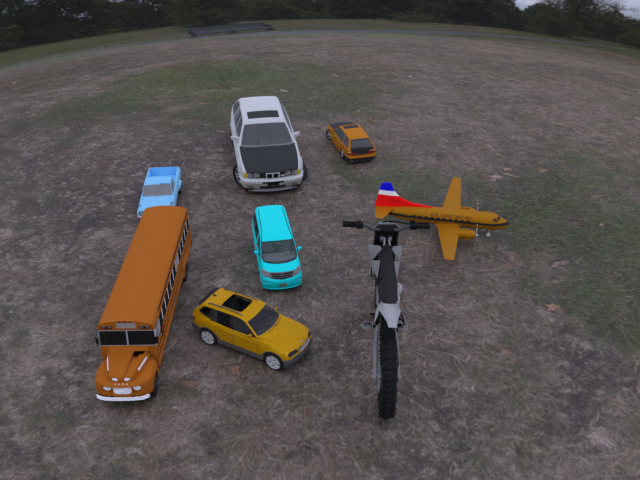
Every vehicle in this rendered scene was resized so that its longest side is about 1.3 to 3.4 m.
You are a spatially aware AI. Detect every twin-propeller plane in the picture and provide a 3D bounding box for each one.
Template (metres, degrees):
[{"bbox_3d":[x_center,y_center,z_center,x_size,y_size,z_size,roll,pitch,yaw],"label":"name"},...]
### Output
[{"bbox_3d":[1.920,-0.471,11.037,2.129,0.792,2.663,6,32,10],"label":"twin-propeller plane"}]

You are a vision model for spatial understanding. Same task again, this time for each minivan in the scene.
[{"bbox_3d":[-0.651,0.092,10.291,0.681,0.616,1.548,-5,32,-9],"label":"minivan"}]

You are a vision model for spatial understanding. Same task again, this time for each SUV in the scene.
[{"bbox_3d":[-0.863,1.061,8.752,1.572,0.580,0.656,16,35,24],"label":"SUV"}]

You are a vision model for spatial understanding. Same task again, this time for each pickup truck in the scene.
[{"bbox_3d":[-2.719,-0.839,11.901,0.640,0.511,1.603,-3,32,-4],"label":"pickup truck"}]

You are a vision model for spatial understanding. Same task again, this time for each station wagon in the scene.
[{"bbox_3d":[-1.059,-1.936,13.292,1.327,0.920,3.105,-5,32,-8],"label":"station wagon"},{"bbox_3d":[0.599,-2.045,13.895,0.682,0.473,1.597,-8,33,-13],"label":"station wagon"}]

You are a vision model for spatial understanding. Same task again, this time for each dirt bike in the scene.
[{"bbox_3d":[0.765,0.664,8.360,1.024,1.666,2.903,1,32,2],"label":"dirt bike"}]

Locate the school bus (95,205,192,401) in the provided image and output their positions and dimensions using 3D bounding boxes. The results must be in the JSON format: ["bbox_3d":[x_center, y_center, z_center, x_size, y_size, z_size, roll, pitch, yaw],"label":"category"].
[{"bbox_3d":[-2.234,0.700,9.085,0.709,0.844,3.322,-1,32,-1],"label":"school bus"}]
